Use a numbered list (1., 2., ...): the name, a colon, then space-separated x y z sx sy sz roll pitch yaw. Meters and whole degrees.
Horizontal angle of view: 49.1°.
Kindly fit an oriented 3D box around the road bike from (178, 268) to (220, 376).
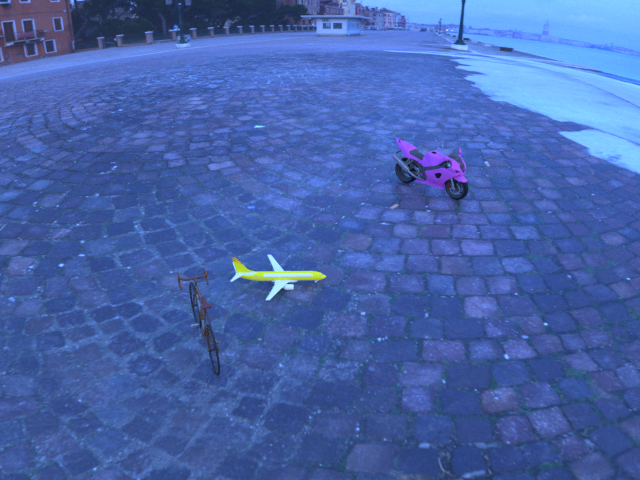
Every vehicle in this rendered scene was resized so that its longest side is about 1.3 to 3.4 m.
1. road bike: -1.390 0.924 8.305 0.358 0.852 1.545 -11 31 -18

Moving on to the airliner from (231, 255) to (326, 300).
1. airliner: -0.566 0.416 9.632 1.307 0.429 1.161 -1 30 -2

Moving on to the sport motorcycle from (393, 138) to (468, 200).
1. sport motorcycle: 1.928 -1.243 12.166 1.520 0.821 0.506 24 37 35
